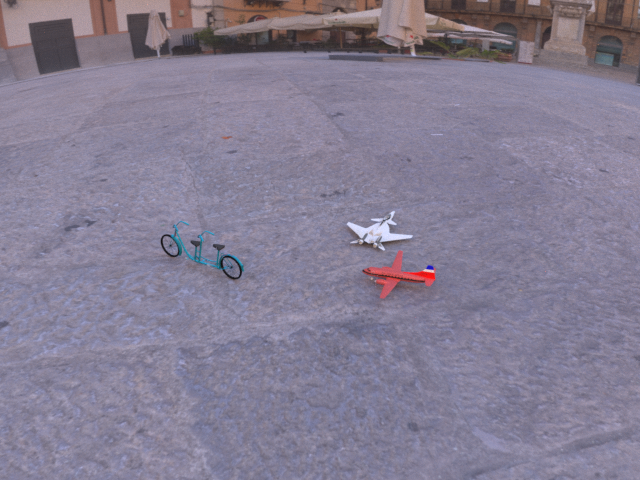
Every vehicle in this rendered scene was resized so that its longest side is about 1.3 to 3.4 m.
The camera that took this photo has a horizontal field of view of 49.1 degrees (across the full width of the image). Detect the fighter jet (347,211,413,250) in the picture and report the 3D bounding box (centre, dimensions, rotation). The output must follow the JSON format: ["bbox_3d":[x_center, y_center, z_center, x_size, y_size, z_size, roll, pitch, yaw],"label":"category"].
[{"bbox_3d":[1.033,-0.278,11.738,1.147,0.286,1.358,13,32,21],"label":"fighter jet"}]

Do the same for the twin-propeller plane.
[{"bbox_3d":[1.152,0.477,10.288,1.095,0.407,1.370,9,31,15],"label":"twin-propeller plane"}]

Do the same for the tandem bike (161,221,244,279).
[{"bbox_3d":[-1.818,0.134,10.613,1.642,0.682,0.283,17,34,27],"label":"tandem bike"}]
